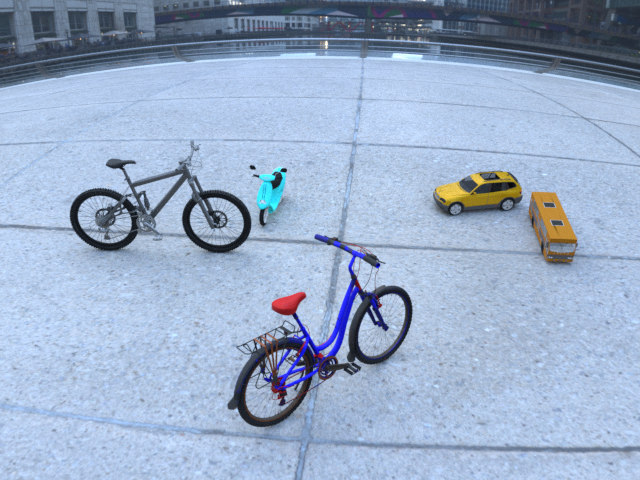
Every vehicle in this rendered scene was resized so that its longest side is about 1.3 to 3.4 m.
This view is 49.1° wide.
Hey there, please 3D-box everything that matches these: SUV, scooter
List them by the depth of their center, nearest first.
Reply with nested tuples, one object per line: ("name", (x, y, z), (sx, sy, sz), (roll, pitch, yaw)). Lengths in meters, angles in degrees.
("scooter", (-0.845, -0.922, 12.231), (0.662, 0.919, 1.399), (6, 30, 11))
("SUV", (2.817, -0.871, 12.481), (1.572, 0.580, 0.656), (-5, 30, -9))

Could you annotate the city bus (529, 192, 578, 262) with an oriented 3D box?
("city bus", (3.784, -0.224, 11.472), (0.476, 0.460, 1.674), (3, 30, 4))

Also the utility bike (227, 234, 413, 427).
("utility bike", (0.034, 0.953, 8.027), (2.791, 1.839, 1.039), (-23, 37, -34))

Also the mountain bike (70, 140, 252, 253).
("mountain bike", (-2.498, -0.558, 10.820), (2.857, 1.688, 1.114), (1, 30, 2))
